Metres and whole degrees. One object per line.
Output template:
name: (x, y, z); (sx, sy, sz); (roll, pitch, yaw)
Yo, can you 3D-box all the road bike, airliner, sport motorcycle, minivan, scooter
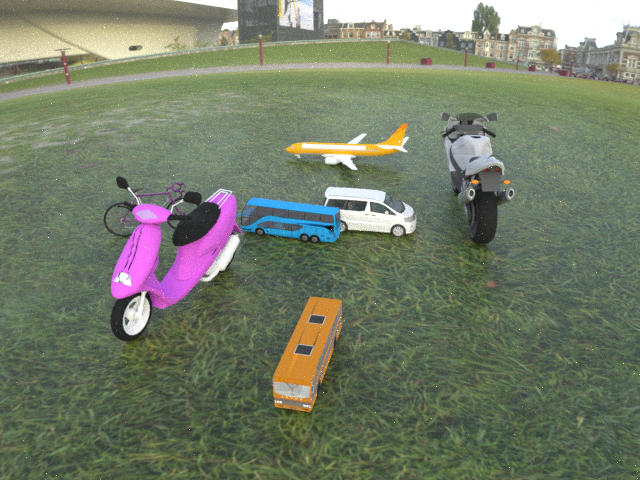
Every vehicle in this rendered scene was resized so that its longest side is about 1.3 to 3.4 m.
road bike: (-2.663, -0.479, 11.162); (1.545, 0.852, 0.358); (-5, 27, -11)
airliner: (0.537, -2.020, 14.310); (2.541, 0.835, 2.257); (3, 26, 7)
sport motorcycle: (2.543, -1.126, 11.632); (0.983, 1.596, 2.955); (0, 26, 1)
minivan: (0.804, -0.481, 11.432); (1.548, 0.616, 0.681); (4, 27, 9)
scooter: (-1.841, 0.001, 9.128); (1.288, 1.786, 2.721); (12, 29, 24)

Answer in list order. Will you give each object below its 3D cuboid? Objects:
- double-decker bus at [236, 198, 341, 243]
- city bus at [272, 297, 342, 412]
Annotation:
double-decker bus: (-0.501, -0.320, 11.190); (1.672, 0.541, 0.389); (8, 27, 15)
city bus: (-0.109, 1.277, 8.037); (0.476, 0.460, 1.674); (6, 27, 11)
